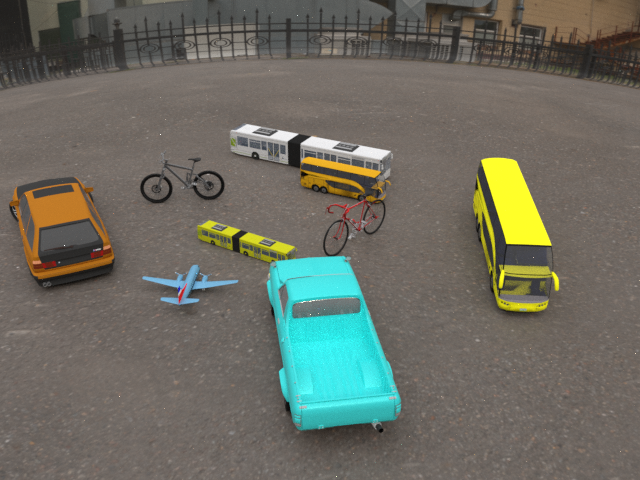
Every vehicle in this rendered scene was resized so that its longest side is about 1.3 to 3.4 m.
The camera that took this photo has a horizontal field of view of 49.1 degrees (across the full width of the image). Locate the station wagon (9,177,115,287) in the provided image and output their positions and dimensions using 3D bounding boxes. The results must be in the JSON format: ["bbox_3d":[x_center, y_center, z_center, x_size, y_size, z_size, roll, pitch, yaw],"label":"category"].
[{"bbox_3d":[-4.115,-0.387,10.991,1.327,0.920,3.105,-13,32,-23],"label":"station wagon"}]

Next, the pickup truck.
[{"bbox_3d":[0.062,1.030,8.367,1.244,0.993,3.117,-4,29,-7],"label":"pickup truck"}]

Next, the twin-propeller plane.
[{"bbox_3d":[-1.840,0.578,9.784,1.370,0.407,1.095,2,29,4],"label":"twin-propeller plane"}]

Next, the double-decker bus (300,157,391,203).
[{"bbox_3d":[0.431,-1.077,12.623,1.672,0.541,0.389,14,32,24],"label":"double-decker bus"}]

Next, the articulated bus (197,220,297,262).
[{"bbox_3d":[-1.151,0.050,10.856,1.749,0.289,0.311,17,33,27],"label":"articulated bus"}]

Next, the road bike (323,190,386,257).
[{"bbox_3d":[0.561,-0.310,10.924,0.358,0.852,1.545,23,37,35],"label":"road bike"}]

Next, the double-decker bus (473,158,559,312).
[{"bbox_3d":[2.815,-0.145,10.422,0.756,1.052,3.251,2,29,4],"label":"double-decker bus"}]

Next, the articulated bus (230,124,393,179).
[{"bbox_3d":[-0.225,-1.721,13.762,3.401,0.561,0.605,14,32,24],"label":"articulated bus"}]

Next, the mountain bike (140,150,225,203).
[{"bbox_3d":[-2.423,-1.075,12.285,1.469,0.868,0.573,-4,29,-7],"label":"mountain bike"}]
